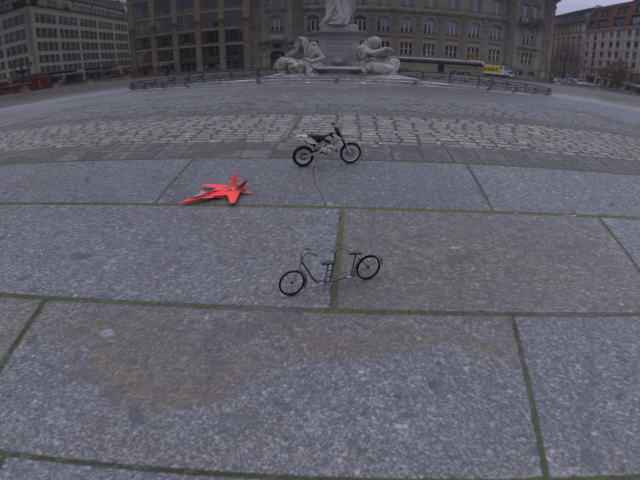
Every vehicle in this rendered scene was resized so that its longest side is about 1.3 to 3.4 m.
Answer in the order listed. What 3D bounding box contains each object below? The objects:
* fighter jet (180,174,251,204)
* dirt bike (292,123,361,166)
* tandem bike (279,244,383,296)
[{"bbox_3d":[-2.025,-0.919,13.197,1.358,0.286,1.147,-18,31,-32],"label":"fighter jet"},{"bbox_3d":[0.147,-1.992,14.776,1.493,0.857,0.527,-5,26,-10],"label":"dirt bike"},{"bbox_3d":[0.176,0.376,10.036,1.642,0.682,0.283,-11,28,-21],"label":"tandem bike"}]
